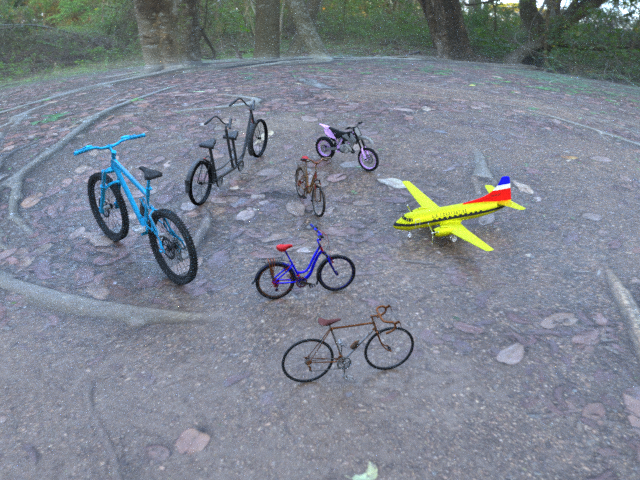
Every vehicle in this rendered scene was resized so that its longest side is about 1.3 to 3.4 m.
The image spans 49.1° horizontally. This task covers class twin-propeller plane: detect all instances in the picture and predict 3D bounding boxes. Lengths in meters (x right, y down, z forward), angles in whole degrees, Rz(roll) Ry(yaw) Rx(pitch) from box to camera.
[{"bbox_3d":[2.117,-0.515,11.034,2.129,0.792,2.663,-10,30,-18],"label":"twin-propeller plane"}]

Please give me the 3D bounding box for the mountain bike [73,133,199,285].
[{"bbox_3d":[-2.629,-0.472,10.004,1.114,1.688,2.857,-24,36,-38],"label":"mountain bike"}]

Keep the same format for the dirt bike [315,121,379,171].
[{"bbox_3d":[0.513,-1.841,13.444,1.493,0.857,0.527,20,34,33],"label":"dirt bike"}]

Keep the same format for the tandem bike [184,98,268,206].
[{"bbox_3d":[-1.636,-1.710,12.702,0.550,1.326,3.192,10,30,18],"label":"tandem bike"}]

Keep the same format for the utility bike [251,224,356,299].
[{"bbox_3d":[-0.224,0.296,9.354,1.435,0.946,0.535,-6,29,-12],"label":"utility bike"}]

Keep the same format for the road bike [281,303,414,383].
[{"bbox_3d":[0.327,1.176,7.808,1.545,0.852,0.358,-6,29,-12],"label":"road bike"}]

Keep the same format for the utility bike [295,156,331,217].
[{"bbox_3d":[-0.133,-1.024,11.823,0.535,0.946,1.435,-10,30,-19],"label":"utility bike"}]
